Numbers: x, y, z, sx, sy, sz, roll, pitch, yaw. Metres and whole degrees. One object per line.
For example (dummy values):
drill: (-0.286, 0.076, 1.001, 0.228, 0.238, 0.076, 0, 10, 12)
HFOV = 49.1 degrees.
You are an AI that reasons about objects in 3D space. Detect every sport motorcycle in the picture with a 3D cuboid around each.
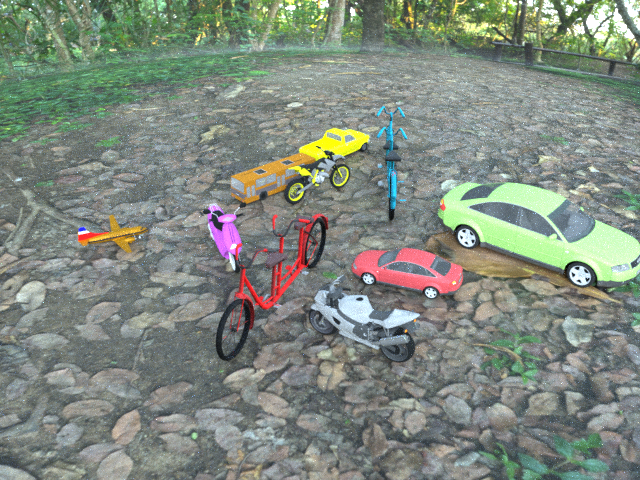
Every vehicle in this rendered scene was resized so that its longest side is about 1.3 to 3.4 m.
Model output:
sport motorcycle: (0.511, 0.992, 8.650, 1.520, 0.821, 0.506, 17, 33, 27)

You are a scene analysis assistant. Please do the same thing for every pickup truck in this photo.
pickup truck: (0.314, -1.950, 14.202, 0.640, 0.511, 1.603, 24, 37, 36)

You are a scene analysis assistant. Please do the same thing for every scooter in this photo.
scooter: (-1.459, -0.172, 10.622, 0.662, 0.919, 1.399, -12, 31, -20)

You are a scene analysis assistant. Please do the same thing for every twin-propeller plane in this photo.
twin-propeller plane: (-3.257, -0.117, 11.046, 1.095, 0.407, 1.370, -14, 32, -23)

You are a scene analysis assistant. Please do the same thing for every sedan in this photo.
sedan: (1.241, 0.398, 10.052, 1.613, 0.483, 0.635, 12, 31, 20)
sedan: (3.327, -0.224, 10.694, 3.137, 0.940, 1.235, 21, 36, 33)

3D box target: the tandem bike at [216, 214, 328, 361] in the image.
tandem bike: (-0.548, 0.319, 9.334, 0.550, 1.326, 3.192, 12, 32, 21)

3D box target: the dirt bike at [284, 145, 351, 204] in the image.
dirt bike: (-0.034, -1.181, 12.481, 1.493, 0.857, 0.527, -21, 36, -33)

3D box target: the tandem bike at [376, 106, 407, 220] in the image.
tandem bike: (1.272, -1.511, 12.589, 0.550, 1.326, 3.192, 2, 29, 3)

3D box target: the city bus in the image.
city bus: (-0.827, -1.122, 12.781, 1.674, 0.460, 0.476, -24, 37, -36)
